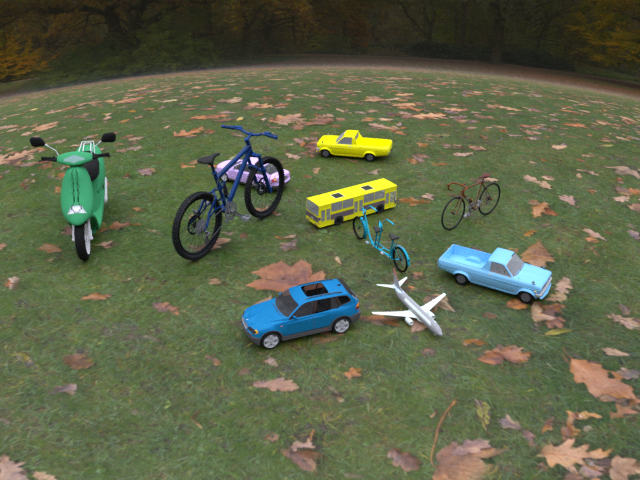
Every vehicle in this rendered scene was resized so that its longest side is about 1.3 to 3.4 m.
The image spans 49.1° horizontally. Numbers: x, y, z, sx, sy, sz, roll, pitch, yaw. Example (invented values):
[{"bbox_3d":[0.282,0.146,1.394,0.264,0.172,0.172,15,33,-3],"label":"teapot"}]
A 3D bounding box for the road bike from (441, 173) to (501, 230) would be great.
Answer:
[{"bbox_3d":[2.611,-0.697,11.981,1.545,0.852,0.358,-21,34,-34],"label":"road bike"}]

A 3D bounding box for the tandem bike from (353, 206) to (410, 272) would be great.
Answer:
[{"bbox_3d":[0.934,-0.068,10.954,0.283,0.682,1.642,-14,30,-25],"label":"tandem bike"}]

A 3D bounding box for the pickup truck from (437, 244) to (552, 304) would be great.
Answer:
[{"bbox_3d":[2.546,0.414,10.212,1.603,0.511,0.640,16,31,28],"label":"pickup truck"}]

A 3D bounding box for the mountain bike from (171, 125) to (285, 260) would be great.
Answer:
[{"bbox_3d":[-1.411,-0.829,11.328,1.114,1.688,2.857,16,31,28],"label":"mountain bike"}]

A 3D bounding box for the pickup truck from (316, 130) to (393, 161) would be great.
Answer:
[{"bbox_3d":[0.734,-2.045,14.946,1.603,0.511,0.640,6,28,12],"label":"pickup truck"}]

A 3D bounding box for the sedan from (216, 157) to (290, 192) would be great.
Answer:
[{"bbox_3d":[-1.331,-1.351,13.639,1.613,0.483,0.635,17,32,29],"label":"sedan"}]

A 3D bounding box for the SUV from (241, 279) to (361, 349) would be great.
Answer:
[{"bbox_3d":[-0.246,0.917,9.167,1.572,0.580,0.656,-10,29,-18],"label":"SUV"}]

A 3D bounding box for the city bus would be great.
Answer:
[{"bbox_3d":[0.570,-0.641,12.297,1.674,0.460,0.476,-16,32,-28],"label":"city bus"}]

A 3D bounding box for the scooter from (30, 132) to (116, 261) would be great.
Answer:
[{"bbox_3d":[-3.883,-0.972,11.497,1.288,1.786,2.721,-5,28,-10],"label":"scooter"}]

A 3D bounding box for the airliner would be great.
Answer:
[{"bbox_3d":[1.294,0.847,9.466,1.161,0.429,1.307,-12,30,-22],"label":"airliner"}]
